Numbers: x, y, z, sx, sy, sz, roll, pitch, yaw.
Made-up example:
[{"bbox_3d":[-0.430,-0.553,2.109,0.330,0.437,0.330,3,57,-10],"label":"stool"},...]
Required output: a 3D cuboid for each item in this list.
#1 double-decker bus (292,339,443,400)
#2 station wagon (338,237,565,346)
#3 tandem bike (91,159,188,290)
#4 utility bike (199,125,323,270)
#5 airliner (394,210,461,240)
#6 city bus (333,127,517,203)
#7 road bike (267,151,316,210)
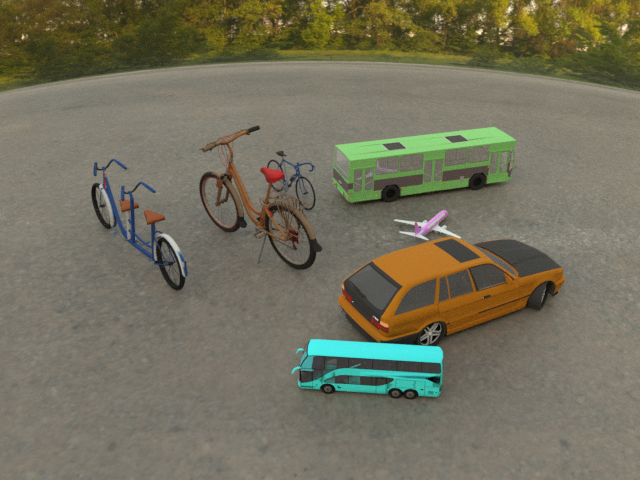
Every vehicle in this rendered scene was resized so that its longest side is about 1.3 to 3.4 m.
[{"bbox_3d":[0.536,1.442,7.874,1.672,0.541,0.389,3,28,5],"label":"double-decker bus"},{"bbox_3d":[1.813,0.510,9.214,3.105,0.920,1.327,-14,31,-25],"label":"station wagon"},{"bbox_3d":[-2.778,-0.335,10.362,0.550,1.326,3.192,-20,34,-33],"label":"tandem bike"},{"bbox_3d":[-1.045,-0.618,10.346,1.039,1.839,2.791,-25,37,-38],"label":"utility bike"},{"bbox_3d":[1.792,-0.324,11.290,1.161,0.429,1.307,17,32,28],"label":"airliner"},{"bbox_3d":[1.901,-1.350,12.714,3.255,0.894,0.926,-9,29,-16],"label":"city bus"},{"bbox_3d":[-0.526,-1.094,12.282,0.358,0.852,1.545,-18,33,-31],"label":"road bike"}]
